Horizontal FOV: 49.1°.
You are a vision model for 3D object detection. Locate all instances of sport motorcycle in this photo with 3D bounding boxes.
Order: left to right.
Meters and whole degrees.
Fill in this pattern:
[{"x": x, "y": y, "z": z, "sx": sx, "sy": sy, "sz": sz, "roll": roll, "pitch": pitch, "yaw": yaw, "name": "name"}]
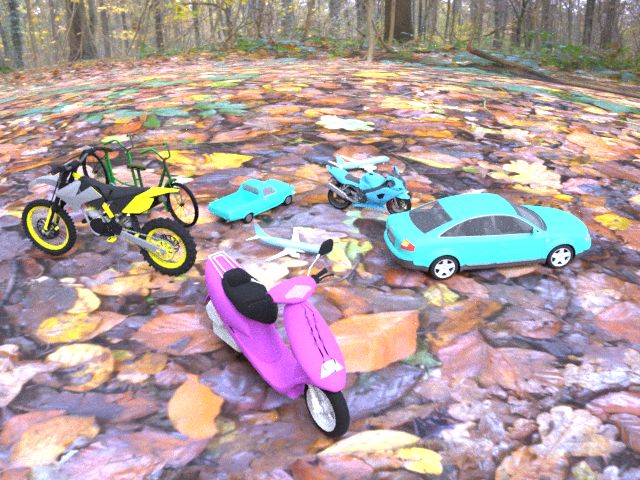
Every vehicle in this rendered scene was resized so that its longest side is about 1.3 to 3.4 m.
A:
[{"x": 0.826, "y": -0.844, "z": 11.941, "sx": 1.520, "sy": 0.821, "sz": 0.506, "roll": 9, "pitch": 29, "yaw": 17, "name": "sport motorcycle"}]

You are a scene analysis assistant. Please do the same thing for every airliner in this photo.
[{"x": -0.449, "y": -0.012, "z": 10.758, "sx": 1.307, "sy": 0.429, "sz": 1.161, "roll": 9, "pitch": 29, "yaw": 17, "name": "airliner"}, {"x": 0.843, "y": -1.605, "z": 13.842, "sx": 1.307, "sy": 0.429, "sz": 1.161, "roll": -15, "pitch": 31, "yaw": -27, "name": "airliner"}]

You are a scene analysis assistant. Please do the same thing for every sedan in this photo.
[{"x": 2.534, "y": -0.163, "z": 10.494, "sx": 3.137, "sy": 0.940, "sz": 1.235, "roll": -5, "pitch": 28, "yaw": -9, "name": "sedan"}]

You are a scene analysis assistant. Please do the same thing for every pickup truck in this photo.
[{"x": -1.154, "y": -0.728, "z": 12.056, "sx": 0.640, "sy": 0.511, "sz": 1.603, "roll": 22, "pitch": 35, "yaw": 36, "name": "pickup truck"}]

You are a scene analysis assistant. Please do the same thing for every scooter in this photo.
[{"x": -0.554, "y": 0.832, "z": 7.645, "sx": 1.288, "sy": 1.786, "sz": 2.721, "roll": -19, "pitch": 33, "yaw": -32, "name": "scooter"}]

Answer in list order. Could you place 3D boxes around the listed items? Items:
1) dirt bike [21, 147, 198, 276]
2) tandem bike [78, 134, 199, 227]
[{"x": -3.141, "y": -0.370, "z": 10.103, "sx": 2.903, "sy": 1.666, "sz": 1.024, "roll": 8, "pitch": 28, "yaw": 16, "name": "dirt bike"}, {"x": -3.199, "y": -1.159, "z": 12.003, "sx": 3.192, "sy": 1.326, "sz": 0.550, "roll": 20, "pitch": 33, "yaw": 34, "name": "tandem bike"}]
